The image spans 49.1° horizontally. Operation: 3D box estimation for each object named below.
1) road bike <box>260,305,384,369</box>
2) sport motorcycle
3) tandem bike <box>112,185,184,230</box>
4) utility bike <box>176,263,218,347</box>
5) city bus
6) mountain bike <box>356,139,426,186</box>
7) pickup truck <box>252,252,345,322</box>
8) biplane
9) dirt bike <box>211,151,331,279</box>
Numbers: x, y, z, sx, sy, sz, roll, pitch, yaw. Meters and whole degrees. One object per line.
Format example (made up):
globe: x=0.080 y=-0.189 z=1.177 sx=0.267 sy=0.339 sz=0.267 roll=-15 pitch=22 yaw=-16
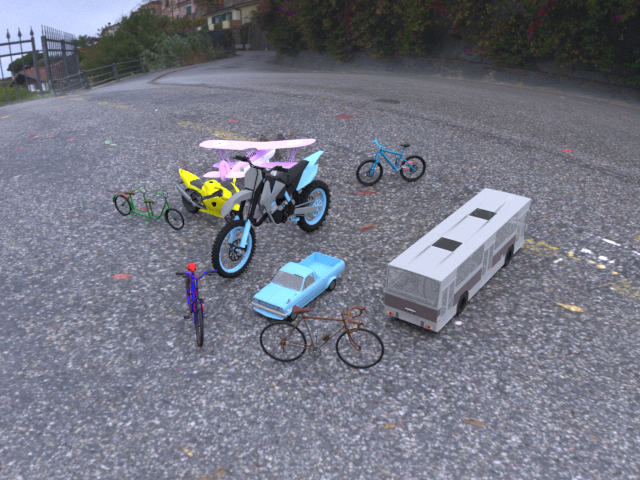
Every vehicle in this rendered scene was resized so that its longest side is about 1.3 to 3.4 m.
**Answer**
road bike: x=0.015 y=1.178 z=8.531 sx=1.545 sy=0.852 sz=0.358 roll=4 pitch=27 yaw=7
sport motorcycle: x=-1.930 y=-0.748 z=12.371 sx=1.520 sy=0.821 sz=0.506 roll=19 pitch=33 yaw=33
tandem bike: x=-3.036 y=-0.621 z=12.275 sx=1.642 sy=0.682 sz=0.283 roll=14 pitch=30 yaw=26
utility bike: x=-1.631 y=0.728 z=9.316 sx=0.535 sy=0.946 sz=1.435 roll=-8 pitch=28 yaw=-15
city bus: x=2.124 y=0.226 z=10.364 sx=0.926 sy=0.894 sz=3.255 roll=18 pitch=32 yaw=31
mountain bike: x=1.418 y=-1.520 z=13.846 sx=1.469 sy=0.868 sz=0.573 roll=-7 pitch=28 yaw=-13
pickup truck: x=-0.283 y=0.596 z=10.059 sx=0.640 sy=0.511 sz=1.603 roll=17 pitch=31 yaw=30
biplane: x=-1.418 y=-1.553 z=13.787 sx=2.598 sy=0.981 sz=2.120 roll=12 pitch=29 yaw=22
dirt bike: x=-0.690 y=-0.549 z=11.041 sx=1.024 sy=1.666 sz=2.903 roll=18 pitch=32 yaw=31
